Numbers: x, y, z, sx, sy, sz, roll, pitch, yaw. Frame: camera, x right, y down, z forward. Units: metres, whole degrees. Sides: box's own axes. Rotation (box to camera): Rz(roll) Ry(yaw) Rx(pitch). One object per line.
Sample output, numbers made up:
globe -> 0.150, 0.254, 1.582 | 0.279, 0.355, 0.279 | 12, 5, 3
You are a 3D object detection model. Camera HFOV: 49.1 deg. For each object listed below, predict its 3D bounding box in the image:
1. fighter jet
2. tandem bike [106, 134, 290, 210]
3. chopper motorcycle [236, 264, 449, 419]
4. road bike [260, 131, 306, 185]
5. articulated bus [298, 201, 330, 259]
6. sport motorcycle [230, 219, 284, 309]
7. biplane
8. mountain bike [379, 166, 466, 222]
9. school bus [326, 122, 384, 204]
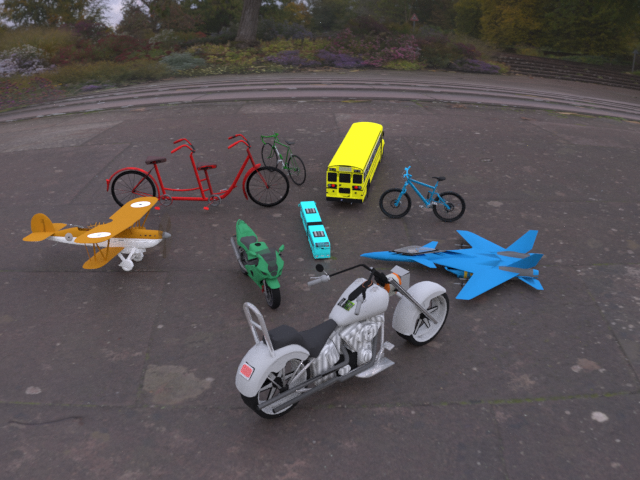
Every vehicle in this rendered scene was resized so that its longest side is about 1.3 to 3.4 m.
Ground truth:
fighter jet -> 1.907, 0.181, 10.346 | 2.640, 0.557, 2.229 | 4, 26, 9
tandem bike -> -2.132, -1.146, 12.228 | 3.192, 1.326, 0.550 | -2, 26, -4
chopper motorcycle -> 0.382, 0.902, 7.769 | 3.040, 1.480, 0.906 | -20, 32, -36
road bike -> -0.733, -1.624, 13.777 | 0.358, 0.852, 1.545 | -18, 31, -33
articulated bus -> -0.092, -0.190, 11.432 | 0.311, 0.289, 1.749 | -4, 26, -8
sport motorcycle -> -0.865, 0.322, 9.746 | 0.506, 0.821, 1.520 | -11, 28, -22
biplane -> -3.241, -0.085, 10.410 | 2.120, 0.981, 2.598 | 2, 26, 4
mountain bike -> 1.744, -0.739, 11.907 | 1.469, 0.868, 0.573 | 4, 26, 9
school bus -> 0.762, -1.601, 13.738 | 0.709, 0.844, 3.322 | 5, 26, 10
